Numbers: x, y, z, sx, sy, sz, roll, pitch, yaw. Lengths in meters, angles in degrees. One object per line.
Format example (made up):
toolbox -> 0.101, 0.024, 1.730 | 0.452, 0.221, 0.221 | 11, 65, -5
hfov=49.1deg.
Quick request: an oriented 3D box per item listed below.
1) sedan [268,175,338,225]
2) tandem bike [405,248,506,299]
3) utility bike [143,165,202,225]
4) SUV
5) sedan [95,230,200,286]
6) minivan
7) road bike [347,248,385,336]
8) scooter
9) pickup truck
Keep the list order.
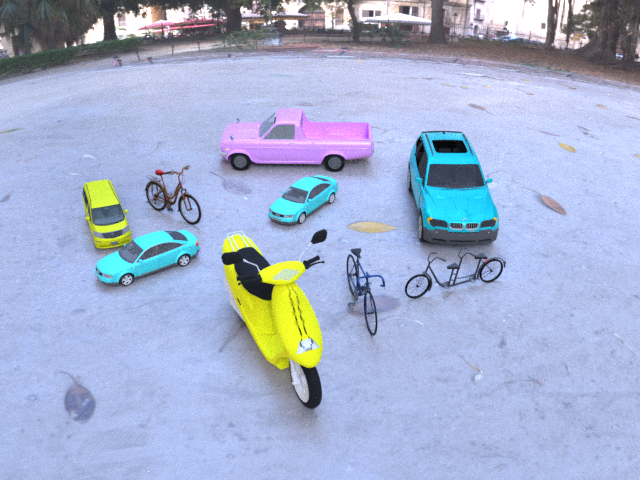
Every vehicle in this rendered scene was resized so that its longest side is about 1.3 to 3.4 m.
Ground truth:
sedan -> -0.282, -0.763, 12.302 | 0.635, 0.483, 1.613 | 18, 34, 29
tandem bike -> 1.959, 0.429, 9.996 | 1.642, 0.682, 0.283 | -10, 31, -18
utility bike -> -2.516, -0.847, 11.982 | 1.435, 0.946, 0.535 | 21, 36, 32
SUV -> 2.227, -0.974, 12.021 | 1.276, 1.128, 3.058 | 0, 30, 1
sedan -> -2.608, 0.210, 10.585 | 1.613, 0.483, 0.635 | -20, 35, -31
minivan -> -3.552, -0.438, 11.594 | 0.681, 0.616, 1.548 | -12, 32, -20
road bike -> 0.559, 0.616, 9.494 | 0.358, 0.852, 1.545 | -6, 30, -11
scooter -> -0.626, 0.649, 8.487 | 1.288, 1.786, 2.721 | -14, 32, -23
pickup truck -> -0.459, -2.064, 14.083 | 3.117, 0.993, 1.244 | 1, 30, 1
